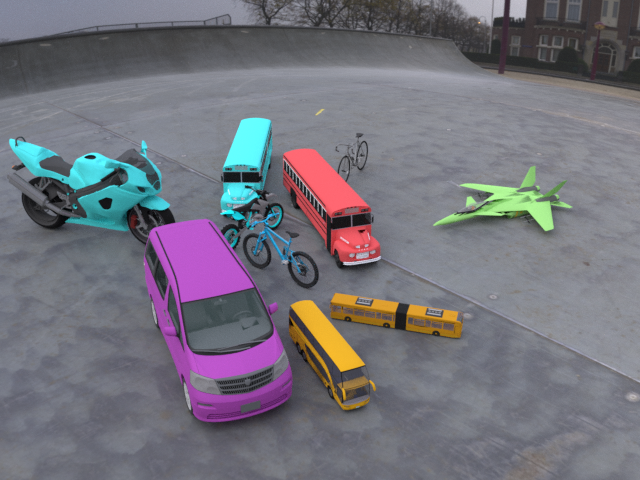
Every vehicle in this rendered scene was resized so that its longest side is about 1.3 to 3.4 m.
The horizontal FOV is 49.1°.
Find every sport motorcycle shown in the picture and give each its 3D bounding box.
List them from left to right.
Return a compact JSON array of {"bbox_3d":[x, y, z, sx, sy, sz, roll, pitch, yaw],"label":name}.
[{"bbox_3d":[-3.654,-0.781,11.233,2.955,1.596,0.983,10,29,18],"label":"sport motorcycle"}]

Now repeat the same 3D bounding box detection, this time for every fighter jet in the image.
[{"bbox_3d":[3.050,-0.686,12.191,2.640,0.557,2.229,-14,30,-26],"label":"fighter jet"}]

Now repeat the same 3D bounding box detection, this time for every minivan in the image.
[{"bbox_3d":[-1.322,0.853,8.465,1.324,1.197,3.011,-11,29,-21],"label":"minivan"}]

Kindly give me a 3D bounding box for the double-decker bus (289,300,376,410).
[{"bbox_3d":[0.089,1.336,8.239,0.389,0.541,1.672,-12,29,-22],"label":"double-decker bus"}]

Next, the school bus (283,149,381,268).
[{"bbox_3d":[0.135,-0.603,11.713,0.709,0.844,3.322,-9,28,-16],"label":"school bus"}]

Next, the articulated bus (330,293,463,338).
[{"bbox_3d":[0.986,0.987,9.202,1.749,0.289,0.311,8,28,15],"label":"articulated bus"}]

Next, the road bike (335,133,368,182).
[{"bbox_3d":[0.655,-1.628,13.716,0.358,0.852,1.545,12,29,22],"label":"road bike"}]

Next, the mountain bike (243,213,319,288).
[{"bbox_3d":[-0.594,0.155,10.198,1.469,0.868,0.573,20,33,34],"label":"mountain bike"}]

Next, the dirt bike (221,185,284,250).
[{"bbox_3d":[-1.106,-0.383,11.267,0.527,0.857,1.493,20,33,34],"label":"dirt bike"}]

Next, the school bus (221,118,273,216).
[{"bbox_3d":[-1.362,-1.439,13.354,0.709,0.844,3.322,0,27,1],"label":"school bus"}]
